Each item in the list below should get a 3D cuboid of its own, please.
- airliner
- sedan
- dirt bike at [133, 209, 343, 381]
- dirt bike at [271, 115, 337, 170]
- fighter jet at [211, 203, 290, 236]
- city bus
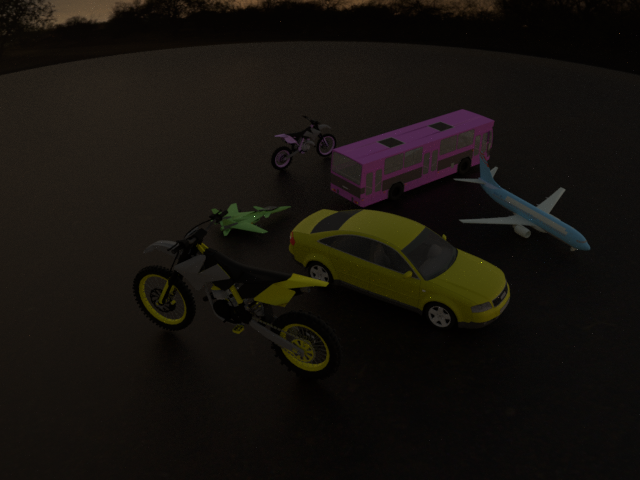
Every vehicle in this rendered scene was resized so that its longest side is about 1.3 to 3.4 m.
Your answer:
[{"bbox_3d":[3.313,-0.618,11.102,2.257,0.835,2.541,-17,34,-26],"label":"airliner"},{"bbox_3d":[1.038,0.246,9.523,3.137,0.940,1.235,18,35,28],"label":"sedan"},{"bbox_3d":[-1.058,0.647,8.120,2.903,1.666,1.024,14,33,23],"label":"dirt bike"},{"bbox_3d":[-0.296,-1.842,13.172,1.493,0.857,0.527,-20,36,-31],"label":"dirt bike"},{"bbox_3d":[-1.063,-0.451,11.361,1.358,0.286,1.147,-17,35,-27],"label":"fighter jet"},{"bbox_3d":[1.704,-1.473,12.505,3.255,0.894,0.926,-21,37,-32],"label":"city bus"}]
